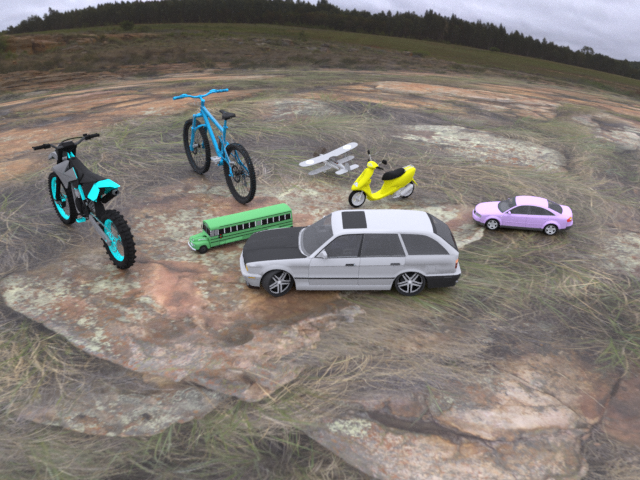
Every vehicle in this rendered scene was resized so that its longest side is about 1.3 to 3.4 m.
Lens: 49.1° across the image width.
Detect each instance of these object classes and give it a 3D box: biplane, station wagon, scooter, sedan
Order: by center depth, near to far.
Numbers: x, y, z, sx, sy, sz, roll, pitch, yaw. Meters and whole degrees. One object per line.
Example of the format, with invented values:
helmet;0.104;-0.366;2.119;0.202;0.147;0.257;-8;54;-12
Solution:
station wagon;0.406;0.114;9.990;3.105;0.920;1.327;0;26;-1
sedan;3.362;-0.458;11.631;1.613;0.483;0.635;5;27;11
scooter;1.132;-1.097;12.427;1.399;0.919;0.662;-12;29;-23
biplane;0.264;-1.494;13.690;1.336;0.504;1.090;-16;31;-29

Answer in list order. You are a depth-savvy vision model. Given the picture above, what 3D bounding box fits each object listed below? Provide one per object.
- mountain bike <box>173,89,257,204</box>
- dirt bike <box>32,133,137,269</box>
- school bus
mountain bike;-1.920;-1.778;12.933;1.114;1.688;2.857;-17;31;-30
dirt bike;-3.629;-0.683;10.755;1.024;1.666;2.903;-21;33;-36
school bus;-1.263;-0.196;11.161;1.708;0.434;0.365;-14;30;-26
